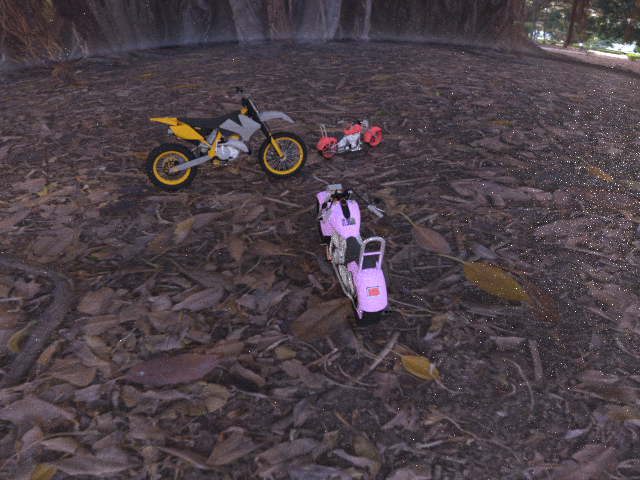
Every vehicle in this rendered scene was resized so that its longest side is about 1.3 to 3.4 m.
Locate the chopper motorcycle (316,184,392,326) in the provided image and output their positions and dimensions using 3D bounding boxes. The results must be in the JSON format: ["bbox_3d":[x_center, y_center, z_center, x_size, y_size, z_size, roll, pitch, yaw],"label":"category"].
[{"bbox_3d":[0.368,-0.083,9.767,0.906,1.480,3.040,-6,31,-10],"label":"chopper motorcycle"}]

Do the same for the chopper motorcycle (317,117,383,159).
[{"bbox_3d":[0.607,-2.073,13.794,1.563,0.761,0.466,-20,36,-30],"label":"chopper motorcycle"}]

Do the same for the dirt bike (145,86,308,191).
[{"bbox_3d":[-1.644,-1.740,12.354,2.903,1.666,1.024,-7,32,-11],"label":"dirt bike"}]
